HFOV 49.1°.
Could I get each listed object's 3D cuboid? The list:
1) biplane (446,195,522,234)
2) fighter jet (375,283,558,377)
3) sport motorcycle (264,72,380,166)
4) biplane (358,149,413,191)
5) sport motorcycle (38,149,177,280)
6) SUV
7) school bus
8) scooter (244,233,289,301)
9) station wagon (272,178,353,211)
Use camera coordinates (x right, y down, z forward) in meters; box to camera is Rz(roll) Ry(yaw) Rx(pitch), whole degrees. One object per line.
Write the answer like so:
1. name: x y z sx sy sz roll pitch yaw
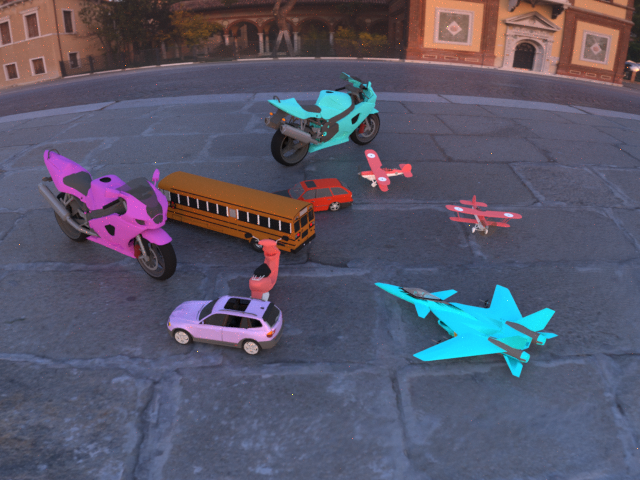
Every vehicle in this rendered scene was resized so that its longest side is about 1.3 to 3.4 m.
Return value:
1. biplane: 2.797 -0.437 12.196 1.336 0.504 1.090 -1 29 -2
2. fighter jet: 1.822 0.911 9.669 2.640 0.557 2.229 22 36 35
3. sport motorcycle: 0.154 -2.572 14.966 2.955 1.596 0.983 -20 34 -32
4. biplane: 1.279 -1.322 13.816 1.090 0.504 1.336 -5 29 -9
5. sport motorcycle: -3.335 -0.424 11.031 2.955 1.596 0.983 21 35 33
6. SUV: -1.265 1.065 9.364 1.572 0.580 0.656 7 29 12
7. school bus: -1.677 -0.523 11.998 3.322 0.844 0.709 15 32 25
8. scooter: -0.798 0.400 10.228 0.662 0.919 1.399 4 29 8
9. station wagon: -0.209 -0.816 12.921 1.597 0.473 0.682 -7 29 -13
